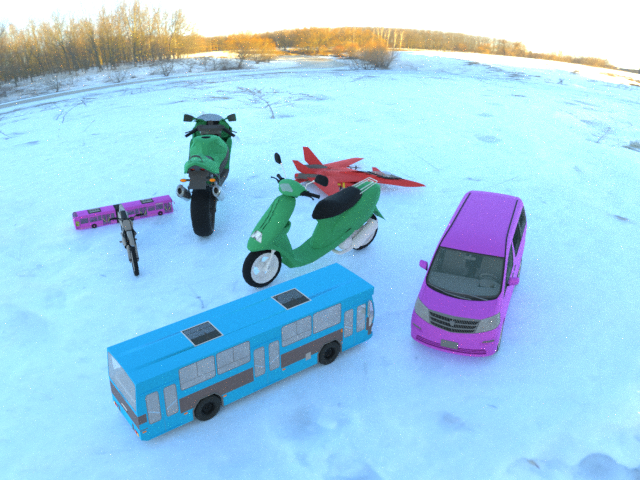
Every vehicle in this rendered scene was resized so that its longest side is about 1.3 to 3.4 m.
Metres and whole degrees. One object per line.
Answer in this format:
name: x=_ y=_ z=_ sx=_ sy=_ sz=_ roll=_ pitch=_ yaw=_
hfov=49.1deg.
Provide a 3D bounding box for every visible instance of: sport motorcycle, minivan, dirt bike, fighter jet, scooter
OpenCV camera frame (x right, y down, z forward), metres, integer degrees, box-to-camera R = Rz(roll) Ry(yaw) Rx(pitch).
sport motorcycle: x=-2.003 y=-1.259 z=12.546 sx=0.983 sy=1.596 sz=2.955 roll=-1 pitch=28 yaw=-1
minivan: x=2.168 y=0.382 z=9.826 sx=1.324 sy=1.197 sz=3.011 roll=10 pitch=29 yaw=19
dirt bike: x=-3.021 y=-0.066 z=11.054 sx=0.527 sy=0.857 sz=1.493 roll=-10 pitch=29 yaw=-19
fighter jet: x=0.788 y=-1.348 z=13.841 sx=2.640 sy=0.557 sz=2.229 roll=7 pitch=28 yaw=12
scooter: x=-0.049 y=-0.395 z=10.679 sx=2.721 sy=1.786 sz=1.288 roll=-20 pitch=33 yaw=-33

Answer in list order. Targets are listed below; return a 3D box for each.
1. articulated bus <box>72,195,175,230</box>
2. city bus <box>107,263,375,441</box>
articulated bus: x=-3.488 y=-0.497 z=12.497 sx=1.749 sy=0.289 sz=0.311 roll=-13 pitch=30 yaw=-23
city bus: x=-0.829 y=1.276 z=8.437 sx=3.255 sy=0.894 sz=0.926 roll=-19 pitch=33 yaw=-32
